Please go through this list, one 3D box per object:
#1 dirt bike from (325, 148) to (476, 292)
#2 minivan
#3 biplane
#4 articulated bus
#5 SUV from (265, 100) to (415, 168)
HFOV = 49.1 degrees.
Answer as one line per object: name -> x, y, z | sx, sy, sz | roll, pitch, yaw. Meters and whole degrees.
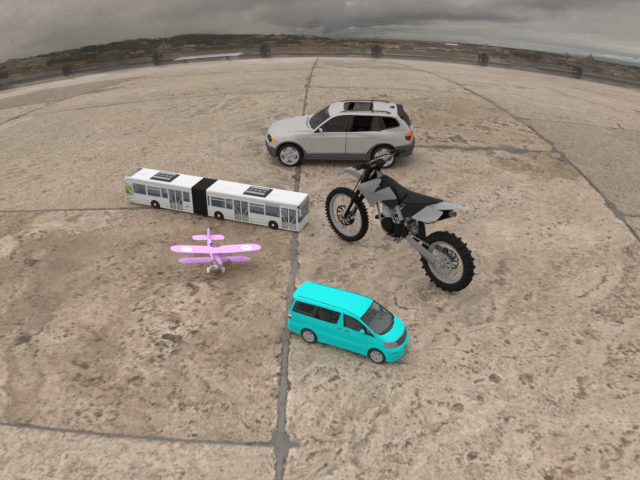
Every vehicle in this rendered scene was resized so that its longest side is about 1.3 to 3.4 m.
dirt bike -> 1.100, -0.373, 10.371 | 1.024, 1.666, 2.903 | -25, 37, -37
minivan -> 0.369, 1.027, 8.916 | 1.548, 0.616, 0.681 | 13, 31, 23
biplane -> -1.584, 0.168, 10.594 | 1.336, 0.504, 1.090 | -9, 30, -16
articulated bus -> -1.806, -0.721, 12.151 | 3.401, 0.561, 0.605 | 10, 30, 18
SUV -> 0.414, -2.221, 14.292 | 3.058, 1.128, 1.276 | 1, 29, 2
